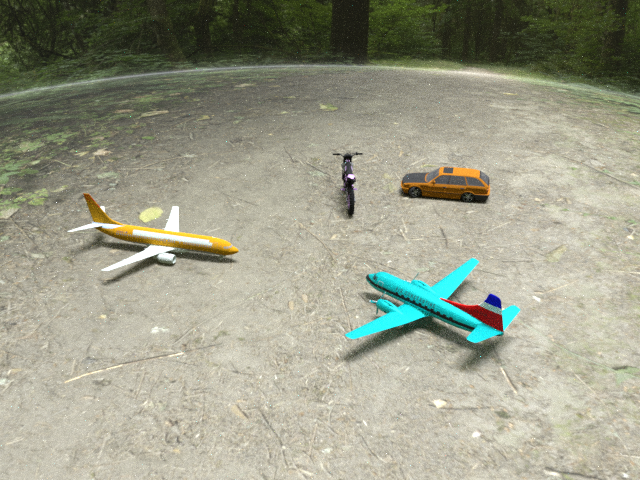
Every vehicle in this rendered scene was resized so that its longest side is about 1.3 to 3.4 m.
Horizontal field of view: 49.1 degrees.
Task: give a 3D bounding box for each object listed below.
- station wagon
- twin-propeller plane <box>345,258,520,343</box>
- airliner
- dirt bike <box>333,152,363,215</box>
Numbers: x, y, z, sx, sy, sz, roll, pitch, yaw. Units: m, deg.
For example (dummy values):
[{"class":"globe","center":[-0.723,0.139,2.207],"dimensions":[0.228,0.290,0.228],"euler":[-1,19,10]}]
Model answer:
[{"class":"station wagon","center":[2.265,-1.048,12.649],"dimensions":[1.597,0.473,0.682],"euler":[6,27,11]},{"class":"twin-propeller plane","center":[1.391,0.710,8.836],"dimensions":[2.129,0.792,2.663],"euler":[24,35,39]},{"class":"airliner","center":[-2.432,-0.196,10.572],"dimensions":[2.541,0.835,2.257],"euler":[7,28,14]},{"class":"dirt bike","center":[0.491,-1.065,12.259],"dimensions":[0.527,0.857,1.493],"euler":[-1,27,-3]}]
